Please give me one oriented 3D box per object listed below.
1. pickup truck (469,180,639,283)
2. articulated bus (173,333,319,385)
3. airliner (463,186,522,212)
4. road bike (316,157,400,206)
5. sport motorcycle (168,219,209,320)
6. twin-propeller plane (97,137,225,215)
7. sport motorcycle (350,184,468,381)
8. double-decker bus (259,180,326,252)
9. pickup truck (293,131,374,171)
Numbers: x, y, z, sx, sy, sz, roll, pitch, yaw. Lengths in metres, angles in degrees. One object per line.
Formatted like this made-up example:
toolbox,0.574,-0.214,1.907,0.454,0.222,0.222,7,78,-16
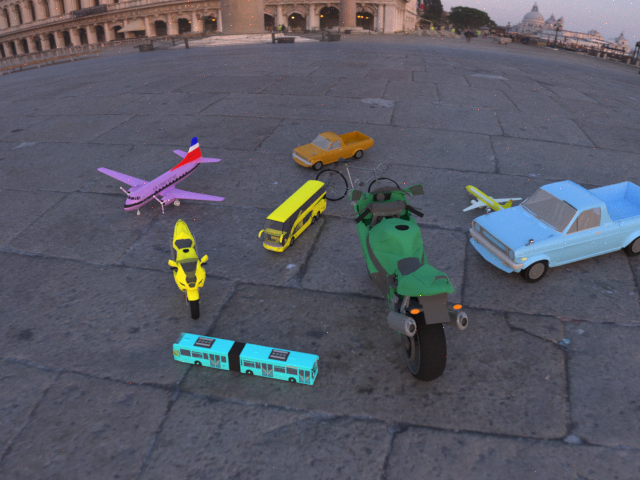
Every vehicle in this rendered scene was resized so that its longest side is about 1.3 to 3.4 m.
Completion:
pickup truck,3.819,-0.301,10.470,3.117,0.993,1.244,-12,32,-20
articulated bus,-0.875,1.395,8.255,1.749,0.289,0.311,7,31,13
airliner,2.840,-0.743,11.789,1.161,0.429,1.307,-12,32,-20
road bike,0.641,-0.962,11.745,1.545,0.852,0.358,11,32,18
sport motorcycle,-1.784,0.388,9.457,0.506,0.821,1.520,-8,31,-13
twin-propeller plane,-2.664,-1.099,12.040,2.663,0.792,2.129,15,33,23
sport motorcycle,1.001,0.388,8.686,0.983,1.596,2.955,-5,31,-9
double-decker bus,-0.390,-0.382,11.058,0.389,0.541,1.672,13,33,22
pickup truck,0.263,-1.805,13.533,1.603,0.511,0.640,-19,35,-30
